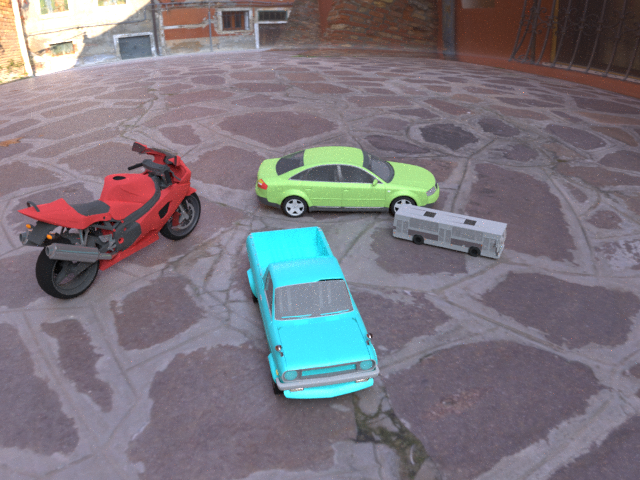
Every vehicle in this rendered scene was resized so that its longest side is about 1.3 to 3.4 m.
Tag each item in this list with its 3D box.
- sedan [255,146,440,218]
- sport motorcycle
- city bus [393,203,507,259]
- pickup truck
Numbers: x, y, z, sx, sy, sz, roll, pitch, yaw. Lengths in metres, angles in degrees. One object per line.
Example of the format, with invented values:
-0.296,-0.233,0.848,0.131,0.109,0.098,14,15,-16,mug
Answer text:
0.466,-1.048,11.927,3.137,0.940,1.235,0,29,1,sedan
-2.824,-0.323,9.969,0.983,1.596,2.955,20,35,31,sport motorcycle
1.986,-0.128,10.782,1.674,0.460,0.476,13,32,21,city bus
-0.202,0.689,8.786,1.244,0.993,3.117,-6,30,-10,pickup truck
